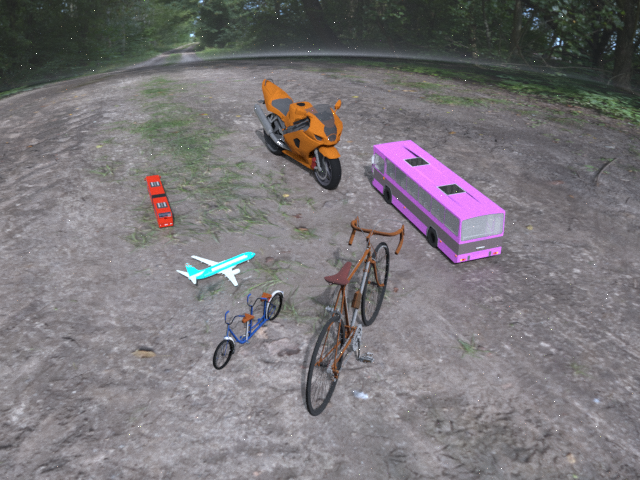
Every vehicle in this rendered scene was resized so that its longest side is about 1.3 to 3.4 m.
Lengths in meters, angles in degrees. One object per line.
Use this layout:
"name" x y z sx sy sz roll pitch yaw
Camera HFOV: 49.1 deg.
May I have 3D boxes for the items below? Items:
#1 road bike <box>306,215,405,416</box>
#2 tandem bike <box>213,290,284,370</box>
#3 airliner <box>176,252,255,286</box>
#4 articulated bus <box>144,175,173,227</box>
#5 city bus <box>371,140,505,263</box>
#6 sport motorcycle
"road bike" 0.416 0.798 8.612 0.697 1.656 3.004 11 31 19
"tandem bike" -0.913 1.048 9.163 0.283 0.682 1.642 15 33 25
"airliner" -1.512 0.329 10.708 1.307 0.429 1.161 -24 37 -36
"articulated bus" -2.930 -0.727 12.742 0.311 0.289 1.749 -9 31 -16
"city bus" 1.920 -0.720 12.109 0.926 0.894 3.255 -10 31 -18
"sport motorcycle" -0.406 -2.152 13.953 0.983 1.596 2.955 -16 33 -26
